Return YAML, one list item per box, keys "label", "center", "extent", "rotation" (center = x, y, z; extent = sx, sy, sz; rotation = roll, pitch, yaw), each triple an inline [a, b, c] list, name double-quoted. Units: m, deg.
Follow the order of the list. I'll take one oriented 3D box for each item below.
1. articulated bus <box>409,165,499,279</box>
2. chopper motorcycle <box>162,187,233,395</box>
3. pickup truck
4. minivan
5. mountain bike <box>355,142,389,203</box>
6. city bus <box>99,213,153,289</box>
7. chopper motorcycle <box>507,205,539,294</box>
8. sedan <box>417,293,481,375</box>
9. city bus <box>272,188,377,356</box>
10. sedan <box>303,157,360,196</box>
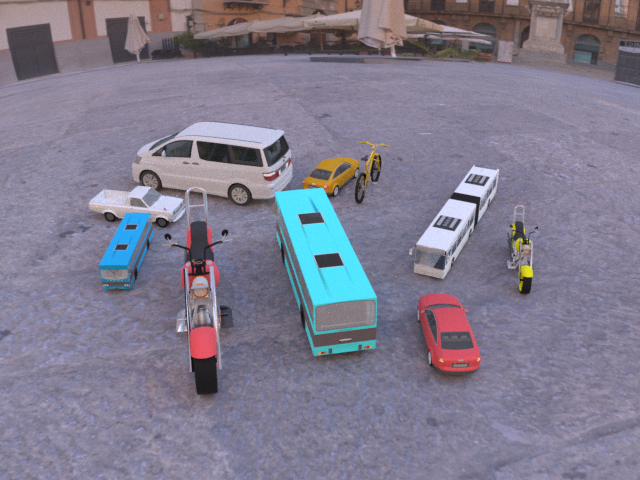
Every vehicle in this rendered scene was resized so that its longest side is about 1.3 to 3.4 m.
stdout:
- label: "articulated bus"
  center: [2.329, -0.398, 11.647]
  extent: [0.605, 0.561, 3.401]
  rotation: [13, 32, 22]
- label: "chopper motorcycle"
  center: [-1.536, 0.552, 9.012]
  extent: [0.906, 1.480, 3.040]
  rotation: [-5, 30, -8]
- label: "pickup truck"
  center: [-3.164, -0.632, 12.118]
  extent: [1.603, 0.511, 0.640]
  rotation: [6, 30, 11]
- label: "minivan"
  center: [-2.053, -1.525, 13.009]
  extent: [3.011, 1.197, 1.324]
  rotation: [10, 31, 17]
- label: "mountain bike"
  center: [0.905, -1.279, 12.907]
  extent: [0.573, 0.868, 1.469]
  rotation: [11, 31, 18]
- label: "city bus"
  center: [-2.947, 0.157, 10.762]
  extent: [0.476, 0.460, 1.674]
  rotation: [0, 29, 0]
- label: "chopper motorcycle"
  center: [3.031, 0.129, 10.504]
  extent: [0.466, 0.761, 1.563]
  rotation: [4, 29, 6]
- label: "sedan"
  center: [1.641, 1.117, 9.023]
  extent: [0.635, 0.483, 1.613]
  rotation: [-1, 29, -2]
- label: "city bus"
  center: [-0.009, 0.357, 9.960]
  extent: [0.926, 0.894, 3.255]
  rotation: [-6, 30, -10]
- label: "sedan"
  center: [0.243, -1.287, 13.314]
  extent: [0.635, 0.483, 1.613]
  rotation: [14, 32, 24]
